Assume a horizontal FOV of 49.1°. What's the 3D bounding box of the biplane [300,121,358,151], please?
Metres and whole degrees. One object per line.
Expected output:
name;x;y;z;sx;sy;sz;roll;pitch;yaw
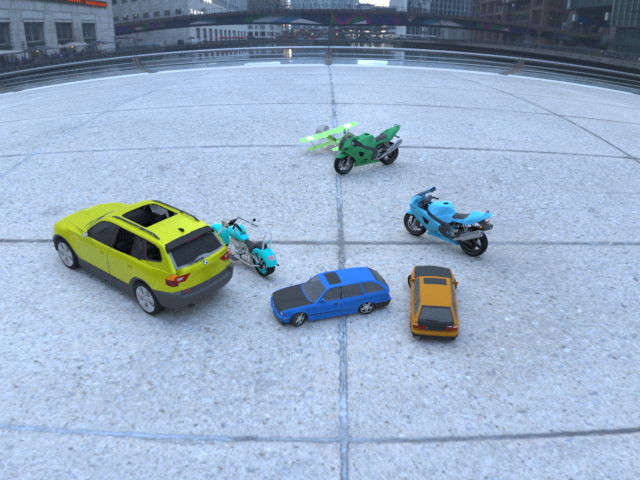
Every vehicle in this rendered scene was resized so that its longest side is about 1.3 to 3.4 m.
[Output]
biplane;0.262;-2.056;14.504;1.336;0.504;1.090;-13;31;-23

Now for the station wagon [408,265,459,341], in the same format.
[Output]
station wagon;1.515;0.728;9.328;0.682;0.473;1.597;3;28;6

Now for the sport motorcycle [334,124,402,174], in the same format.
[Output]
sport motorcycle;0.930;-1.773;13.639;1.520;0.821;0.506;-16;32;-27

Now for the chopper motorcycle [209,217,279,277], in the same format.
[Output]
chopper motorcycle;-1.178;-0.006;10.397;0.466;0.761;1.563;-23;35;-36

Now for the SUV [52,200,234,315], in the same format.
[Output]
SUV;-2.595;0.014;9.969;3.058;1.128;1.276;22;35;35

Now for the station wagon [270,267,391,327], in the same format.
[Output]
station wagon;0.131;0.711;9.360;1.597;0.473;0.682;-8;29;-15

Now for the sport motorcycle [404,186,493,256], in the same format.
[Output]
sport motorcycle;1.953;-0.283;10.851;1.520;0.821;0.506;21;35;34
